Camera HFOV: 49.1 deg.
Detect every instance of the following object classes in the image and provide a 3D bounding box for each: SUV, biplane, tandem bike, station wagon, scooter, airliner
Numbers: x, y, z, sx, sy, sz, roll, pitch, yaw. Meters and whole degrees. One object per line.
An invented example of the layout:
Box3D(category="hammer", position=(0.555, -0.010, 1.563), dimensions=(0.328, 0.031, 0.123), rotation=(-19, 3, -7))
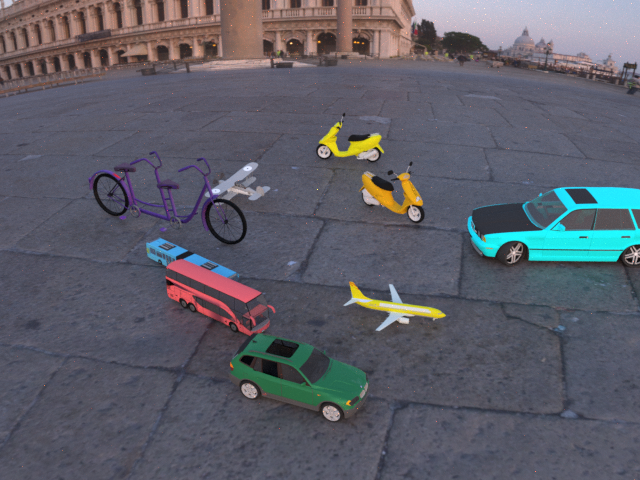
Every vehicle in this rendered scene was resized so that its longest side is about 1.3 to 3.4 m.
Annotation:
Box3D(category="SUV", position=(-0.237, 1.458, 7.703), dimensions=(1.572, 0.580, 0.656), rotation=(10, 29, 20))
Box3D(category="biplane", position=(-1.428, -0.910, 12.454), dimensions=(1.090, 0.504, 1.336), rotation=(17, 32, 30))
Box3D(category="tandem bike", position=(-2.537, -0.776, 11.282), dimensions=(3.192, 1.326, 0.550), rotation=(13, 30, 24))
Box3D(category="station wagon", position=(3.852, -0.266, 10.725), dimensions=(3.105, 0.920, 1.327), rotation=(0, 27, 1))
Box3D(category="scooter", position=(1.221, -0.869, 11.915), dimensions=(1.399, 0.919, 0.662), rotation=(23, 35, 38))
Box3D(category="scooter", position=(0.609, -2.049, 14.241), dimensions=(1.399, 0.919, 0.662), rotation=(4, 27, 8))
Box3D(category="airliner", position=(0.995, 0.804, 9.159), dimensions=(1.307, 0.429, 1.161), rotation=(6, 28, 12))

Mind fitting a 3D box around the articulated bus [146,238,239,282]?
Box3D(category="articulated bus", position=(-1.882, 0.363, 10.184), dimensions=(1.749, 0.289, 0.311), rotation=(21, 33, 35))

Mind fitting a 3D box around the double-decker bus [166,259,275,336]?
Box3D(category="double-decker bus", position=(-1.340, 0.751, 9.139), dimensions=(1.672, 0.541, 0.389), rotation=(19, 33, 33))
